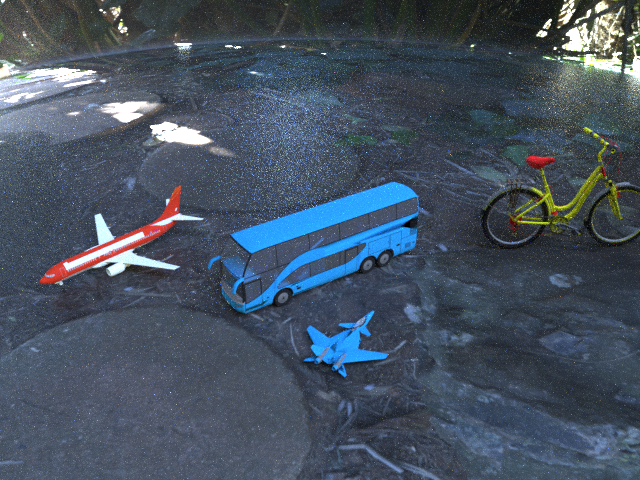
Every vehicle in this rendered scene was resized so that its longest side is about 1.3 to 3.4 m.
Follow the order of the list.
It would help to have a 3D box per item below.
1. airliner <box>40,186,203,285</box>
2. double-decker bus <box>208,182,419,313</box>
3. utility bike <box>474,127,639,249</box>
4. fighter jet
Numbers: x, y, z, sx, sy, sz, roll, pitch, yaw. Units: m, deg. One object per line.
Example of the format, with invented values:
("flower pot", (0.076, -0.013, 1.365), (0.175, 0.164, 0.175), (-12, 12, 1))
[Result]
("airliner", (-3.070, -0.059, 10.563), (2.541, 0.835, 2.257), (-27, 40, -37))
("double-decker bus", (0.012, 0.085, 10.112), (3.251, 1.052, 0.756), (-19, 36, -29))
("utility bike", (3.771, -0.747, 10.731), (2.791, 1.839, 1.039), (-1, 31, -2))
("fighter jet", (0.393, 1.193, 9.014), (1.147, 0.286, 1.358), (17, 35, 26))
